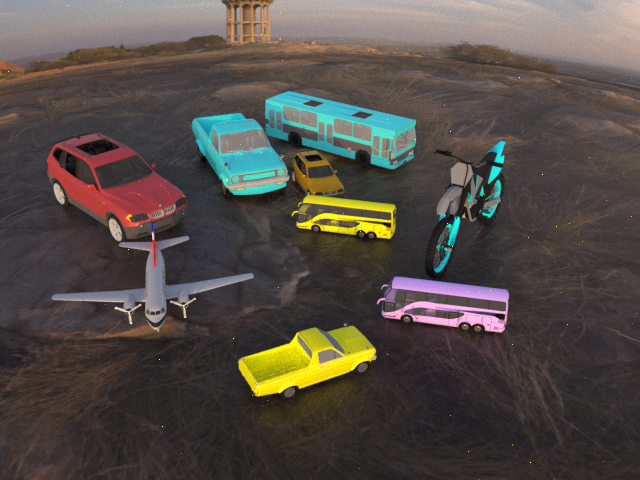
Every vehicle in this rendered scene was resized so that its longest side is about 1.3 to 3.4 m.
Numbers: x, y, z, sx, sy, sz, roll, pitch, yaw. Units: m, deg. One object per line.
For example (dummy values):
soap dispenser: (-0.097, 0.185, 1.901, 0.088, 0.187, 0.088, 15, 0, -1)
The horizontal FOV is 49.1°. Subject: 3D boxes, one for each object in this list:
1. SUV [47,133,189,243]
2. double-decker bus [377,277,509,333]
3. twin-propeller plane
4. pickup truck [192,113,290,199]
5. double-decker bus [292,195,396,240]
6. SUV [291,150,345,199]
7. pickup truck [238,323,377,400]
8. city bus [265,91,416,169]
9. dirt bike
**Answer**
SUV: (-3.505, -0.984, 11.878, 1.276, 1.128, 3.058, -26, 38, -38)
double-decker bus: (1.605, 0.841, 9.186, 1.672, 0.541, 0.389, 6, 30, 11)
twin-propeller plane: (-2.259, 0.480, 9.579, 2.663, 0.792, 2.129, -6, 29, -10)
pickup truck: (-1.605, -1.800, 13.494, 1.244, 0.993, 3.117, -11, 31, -19)
double-decker bus: (0.395, -0.379, 11.391, 1.672, 0.541, 0.389, 7, 30, 13)
SUV: (-0.061, -1.177, 12.794, 0.656, 0.580, 1.572, -9, 30, -16)
pickup truck: (-0.134, 1.381, 8.242, 1.603, 0.511, 0.640, -14, 32, -23)
city bus: (0.361, -2.264, 14.435, 3.255, 0.894, 0.926, 20, 35, 31)
dirt bike: (2.301, -0.610, 10.646, 1.024, 1.666, 2.903, 17, 33, 28)
